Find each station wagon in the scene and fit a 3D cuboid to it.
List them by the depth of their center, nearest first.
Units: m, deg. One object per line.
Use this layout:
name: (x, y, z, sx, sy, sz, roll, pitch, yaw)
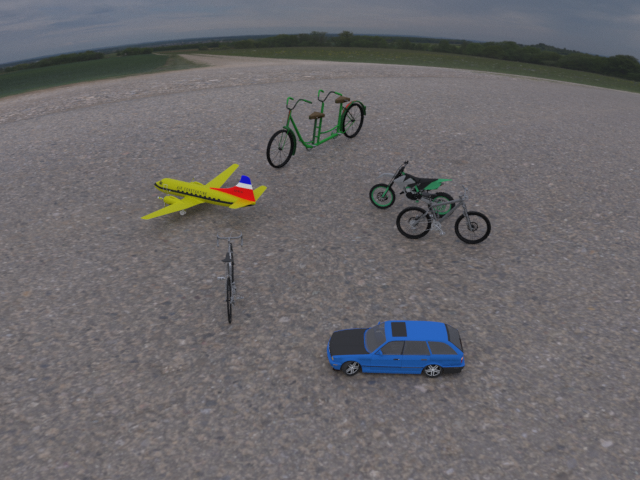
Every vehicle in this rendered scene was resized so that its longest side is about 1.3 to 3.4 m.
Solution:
station wagon: (0.879, 1.237, 8.224, 1.597, 0.473, 0.682, 1, 27, 2)

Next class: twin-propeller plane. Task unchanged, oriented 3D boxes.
twin-propeller plane: (-2.005, -0.886, 11.961, 2.129, 0.792, 2.663, 14, 30, 24)

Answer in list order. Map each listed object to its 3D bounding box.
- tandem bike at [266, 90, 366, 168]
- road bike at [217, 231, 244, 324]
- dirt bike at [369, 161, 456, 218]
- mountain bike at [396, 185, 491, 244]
tandem bike: (-0.002, -2.443, 14.377, 0.550, 1.326, 3.192, 21, 34, 34)
road bike: (-1.202, 0.445, 9.339, 0.358, 0.852, 1.545, -2, 28, -4)
dirt bike: (1.552, -0.837, 11.797, 1.493, 0.857, 0.527, 9, 29, 17)
mountain bike: (1.924, -0.366, 10.879, 1.469, 0.868, 0.573, 5, 28, 10)
